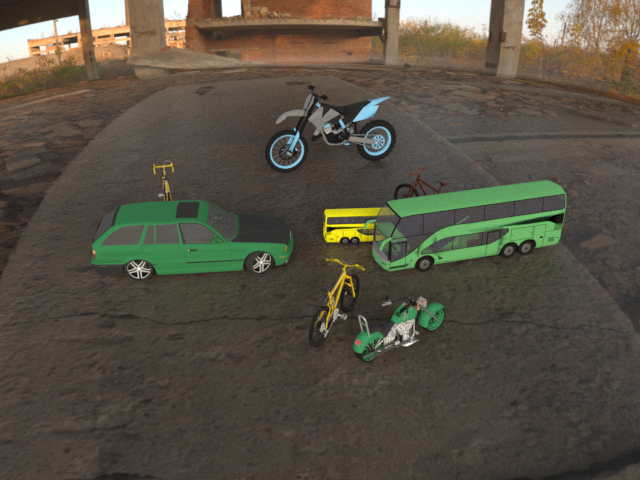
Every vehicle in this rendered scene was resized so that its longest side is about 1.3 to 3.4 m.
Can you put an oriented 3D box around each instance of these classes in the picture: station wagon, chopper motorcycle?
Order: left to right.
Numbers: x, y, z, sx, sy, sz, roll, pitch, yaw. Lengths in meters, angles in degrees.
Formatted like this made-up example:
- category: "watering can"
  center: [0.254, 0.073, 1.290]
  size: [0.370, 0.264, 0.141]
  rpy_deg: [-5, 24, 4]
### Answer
- category: "station wagon"
  center: [-1.974, -0.078, 11.029]
  size: [3.105, 0.920, 1.327]
  rpy_deg: [-3, 28, -5]
- category: "chopper motorcycle"
  center: [1.061, 1.058, 9.078]
  size: [1.563, 0.761, 0.466]
  rpy_deg: [-20, 34, -33]

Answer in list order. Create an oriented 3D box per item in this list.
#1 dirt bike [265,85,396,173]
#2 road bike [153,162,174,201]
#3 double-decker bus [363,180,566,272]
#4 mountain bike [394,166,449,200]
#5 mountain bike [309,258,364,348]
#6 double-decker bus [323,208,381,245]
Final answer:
- category: "dirt bike"
  center: [0.262, -2.279, 14.350]
  size: [2.903, 1.666, 1.024]
  rpy_deg: [-10, 30, -18]
- category: "road bike"
  center: [-2.747, -0.869, 12.581]
  size: [0.358, 0.852, 1.545]
  rpy_deg: [-8, 29, -14]
- category: "double-decker bus"
  center: [2.341, -0.227, 11.169]
  size: [3.251, 1.052, 0.756]
  rpy_deg: [-8, 29, -15]
- category: "mountain bike"
  center: [1.915, -0.750, 12.340]
  size: [1.469, 0.868, 0.573]
  rpy_deg: [23, 36, 36]
- category: "mountain bike"
  center: [0.217, 0.807, 9.434]
  size: [0.573, 0.868, 1.469]
  rpy_deg: [14, 31, 24]
- category: "double-decker bus"
  center: [0.892, -0.251, 11.754]
  size: [1.672, 0.541, 0.389]
  rpy_deg: [-2, 28, -4]
